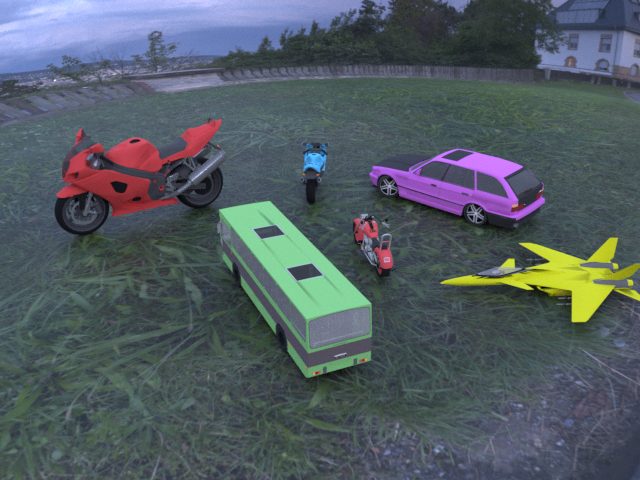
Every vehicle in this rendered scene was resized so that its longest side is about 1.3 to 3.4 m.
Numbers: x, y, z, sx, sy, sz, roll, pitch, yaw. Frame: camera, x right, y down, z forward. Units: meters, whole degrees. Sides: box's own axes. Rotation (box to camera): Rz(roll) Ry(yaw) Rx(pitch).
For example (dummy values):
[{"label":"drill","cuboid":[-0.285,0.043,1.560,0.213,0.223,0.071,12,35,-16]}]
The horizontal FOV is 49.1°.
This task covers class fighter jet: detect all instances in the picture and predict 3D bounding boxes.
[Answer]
[{"label":"fighter jet","cuboid":[2.989,0.416,9.687,2.640,0.557,2.229,-1,26,-2]}]

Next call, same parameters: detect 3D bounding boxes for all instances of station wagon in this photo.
[{"label":"station wagon","cuboid":[2.333,-1.086,12.339,3.105,0.920,1.327,22,33,37]}]

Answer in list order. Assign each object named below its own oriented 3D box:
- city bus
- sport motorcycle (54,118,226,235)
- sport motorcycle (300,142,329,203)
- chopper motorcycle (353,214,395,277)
[{"label":"city bus","cuboid":[-0.438,0.530,9.072,0.926,0.894,3.255,-11,28,-22]},{"label":"sport motorcycle","cuboid":[-2.922,-1.074,11.548,2.955,1.596,0.983,-16,30,-29]},{"label":"sport motorcycle","cuboid":[-0.112,-1.269,12.827,0.506,0.821,1.520,2,26,4]},{"label":"chopper motorcycle","cuboid":[0.763,-0.042,10.391,0.466,0.761,1.563,-6,27,-12]}]
